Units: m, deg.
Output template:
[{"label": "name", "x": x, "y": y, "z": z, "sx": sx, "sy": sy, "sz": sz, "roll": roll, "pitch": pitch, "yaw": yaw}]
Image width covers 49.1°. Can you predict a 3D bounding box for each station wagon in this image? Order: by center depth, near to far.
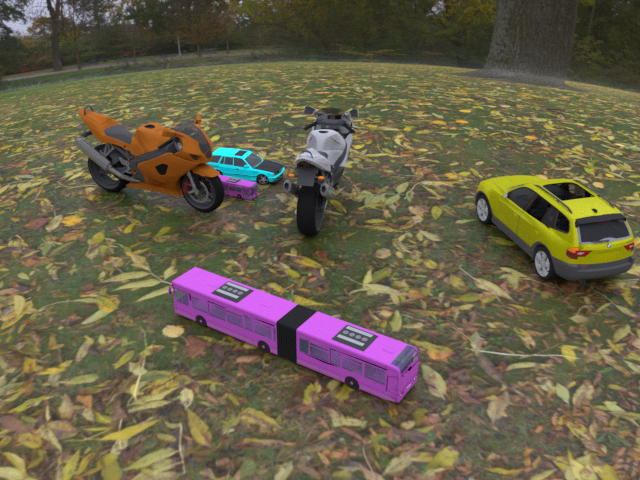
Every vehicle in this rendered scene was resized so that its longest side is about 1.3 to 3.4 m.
[{"label": "station wagon", "x": -1.480, "y": -1.454, "z": 13.496, "sx": 1.597, "sy": 0.473, "sz": 0.682, "roll": 9, "pitch": 29, "yaw": 16}]

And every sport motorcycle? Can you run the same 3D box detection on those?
[{"label": "sport motorcycle", "x": 0.047, "y": -1.261, "z": 11.933, "sx": 0.983, "sy": 1.596, "sz": 2.955, "roll": 6, "pitch": 28, "yaw": 10}, {"label": "sport motorcycle", "x": -2.965, "y": -1.429, "z": 12.250, "sx": 2.955, "sy": 1.596, "sz": 0.983, "roll": 13, "pitch": 31, "yaw": 23}]

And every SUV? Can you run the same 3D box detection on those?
[{"label": "SUV", "x": 3.547, "y": -0.413, "z": 10.834, "sx": 1.276, "sy": 1.128, "sz": 3.058, "roll": -7, "pitch": 29, "yaw": -13}]

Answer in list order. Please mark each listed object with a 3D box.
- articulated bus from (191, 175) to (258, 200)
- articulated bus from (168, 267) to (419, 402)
[{"label": "articulated bus", "x": -1.946, "y": -1.052, "z": 12.935, "sx": 1.749, "sy": 0.289, "sz": 0.311, "roll": 13, "pitch": 31, "yaw": 23}, {"label": "articulated bus", "x": -0.429, "y": 1.087, "z": 8.608, "sx": 3.401, "sy": 0.561, "sz": 0.605, "roll": 17, "pitch": 32, "yaw": 29}]
